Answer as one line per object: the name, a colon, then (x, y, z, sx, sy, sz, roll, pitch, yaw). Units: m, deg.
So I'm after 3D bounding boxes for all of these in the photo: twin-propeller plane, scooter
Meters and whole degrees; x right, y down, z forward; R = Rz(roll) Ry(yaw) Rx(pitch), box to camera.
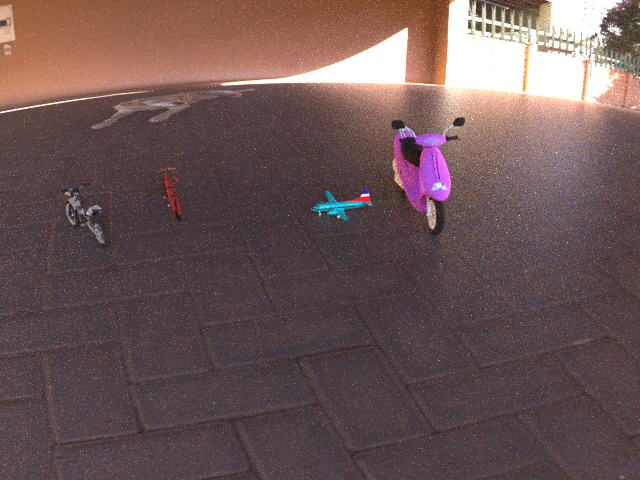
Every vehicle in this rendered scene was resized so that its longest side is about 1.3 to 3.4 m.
twin-propeller plane: (0.381, -0.665, 12.569, 1.095, 0.407, 1.370, -6, 26, -12)
scooter: (1.786, -1.370, 12.445, 1.288, 1.786, 2.721, -4, 26, -8)

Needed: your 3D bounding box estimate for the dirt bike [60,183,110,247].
dirt bike: (-3.916, -0.448, 11.601, 0.527, 0.857, 1.493, -22, 34, -38)

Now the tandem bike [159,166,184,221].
tandem bike: (-2.711, -0.887, 12.714, 0.283, 0.682, 1.642, -9, 27, -19)
